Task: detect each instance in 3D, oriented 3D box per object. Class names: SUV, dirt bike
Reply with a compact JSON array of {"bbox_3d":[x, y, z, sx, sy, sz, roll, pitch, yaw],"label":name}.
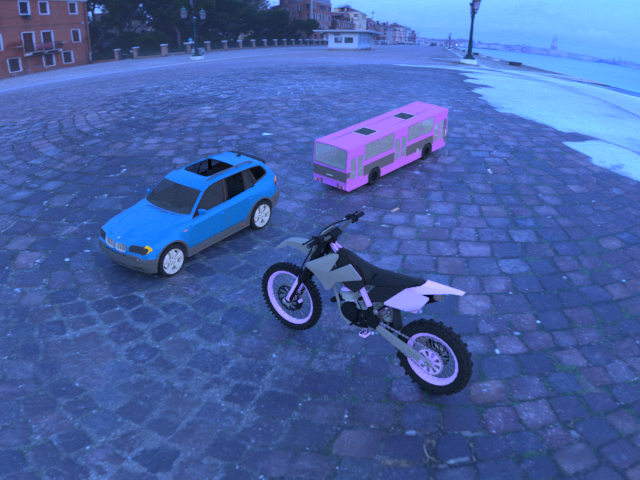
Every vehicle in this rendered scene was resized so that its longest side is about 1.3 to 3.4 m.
[{"bbox_3d":[-1.938,-0.516,10.769,1.276,1.128,3.058,20,34,33],"label":"SUV"},{"bbox_3d":[0.429,0.662,7.952,2.903,1.666,1.024,19,33,32],"label":"dirt bike"}]

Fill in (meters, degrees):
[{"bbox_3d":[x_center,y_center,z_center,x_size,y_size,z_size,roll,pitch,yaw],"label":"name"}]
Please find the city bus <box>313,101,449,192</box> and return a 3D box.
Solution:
[{"bbox_3d":[1.247,-1.822,13.501,0.926,0.894,3.255,22,35,36],"label":"city bus"}]
